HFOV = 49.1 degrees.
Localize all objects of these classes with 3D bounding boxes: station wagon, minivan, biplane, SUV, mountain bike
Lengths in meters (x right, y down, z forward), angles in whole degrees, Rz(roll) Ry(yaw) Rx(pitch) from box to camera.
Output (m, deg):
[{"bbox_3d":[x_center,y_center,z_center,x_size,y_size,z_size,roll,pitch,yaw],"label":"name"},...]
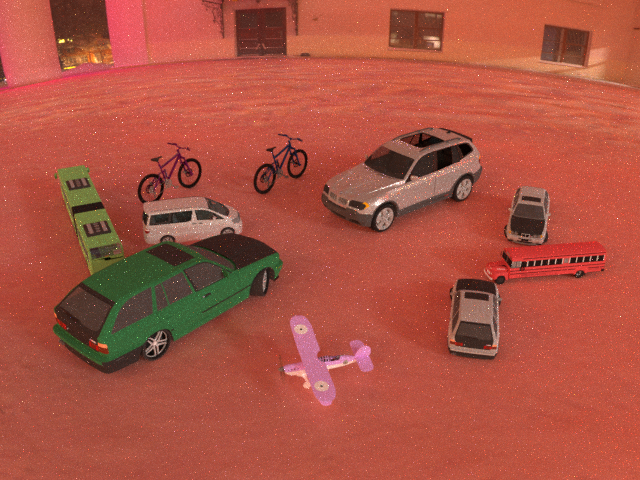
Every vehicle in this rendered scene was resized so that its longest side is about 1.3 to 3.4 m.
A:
[{"bbox_3d":[3.409,-0.443,11.410,0.682,0.473,1.597,9,30,16],"label":"station wagon"},{"bbox_3d":[-2.014,-0.332,11.053,1.548,0.616,0.681,-8,29,-14],"label":"minivan"},{"bbox_3d":[0.062,1.405,7.942,1.090,0.504,1.336,-8,29,-14],"label":"biplane"},{"bbox_3d":[1.450,-1.131,11.998,3.058,1.128,1.276,-20,34,-33],"label":"SUV"},{"bbox_3d":[-2.647,-1.182,12.368,0.573,0.868,1.469,20,34,33],"label":"mountain bike"},{"bbox_3d":[1.976,0.893,8.927,0.682,0.473,1.597,6,29,11],"label":"station wagon"},{"bbox_3d":[-1.846,0.550,9.091,1.327,0.920,3.105,22,35,35],"label":"station wagon"},{"bbox_3d":[-0.702,-1.400,12.773,0.573,0.868,1.469,20,34,33],"label":"mountain bike"}]

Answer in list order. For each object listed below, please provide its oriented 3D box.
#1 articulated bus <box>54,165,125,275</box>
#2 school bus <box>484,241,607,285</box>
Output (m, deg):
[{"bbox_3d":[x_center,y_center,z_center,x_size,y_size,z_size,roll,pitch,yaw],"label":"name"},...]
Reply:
[{"bbox_3d":[-3.689,-0.364,11.171,0.605,0.561,3.401,-13,31,-22],"label":"articulated bus"},{"bbox_3d":[3.218,0.315,10.043,1.708,0.434,0.365,-4,29,-8],"label":"school bus"}]
